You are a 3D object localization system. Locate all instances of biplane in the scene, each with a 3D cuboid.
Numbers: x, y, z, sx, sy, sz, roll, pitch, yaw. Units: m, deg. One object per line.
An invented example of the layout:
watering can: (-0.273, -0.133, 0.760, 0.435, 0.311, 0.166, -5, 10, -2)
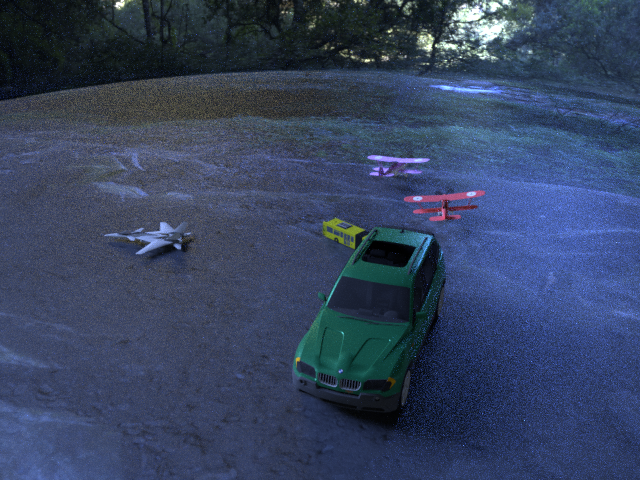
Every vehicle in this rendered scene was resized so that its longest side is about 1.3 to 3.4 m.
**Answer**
biplane: (1.397, -1.375, 13.392, 1.336, 0.504, 1.090, 18, 32, 32)
biplane: (2.067, -0.538, 11.705, 1.336, 0.504, 1.090, 4, 27, 8)

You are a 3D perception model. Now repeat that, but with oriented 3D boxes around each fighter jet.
fighter jet: (-2.782, -0.109, 11.087, 1.358, 0.286, 1.147, 3, 27, 7)

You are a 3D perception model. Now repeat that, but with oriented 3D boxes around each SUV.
SUV: (0.696, 0.787, 8.334, 1.276, 1.128, 3.058, 9, 28, 18)

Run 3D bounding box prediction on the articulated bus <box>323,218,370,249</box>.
articulated bus: (0.745, 0.051, 10.761, 1.749, 0.289, 0.311, 24, 35, 39)
